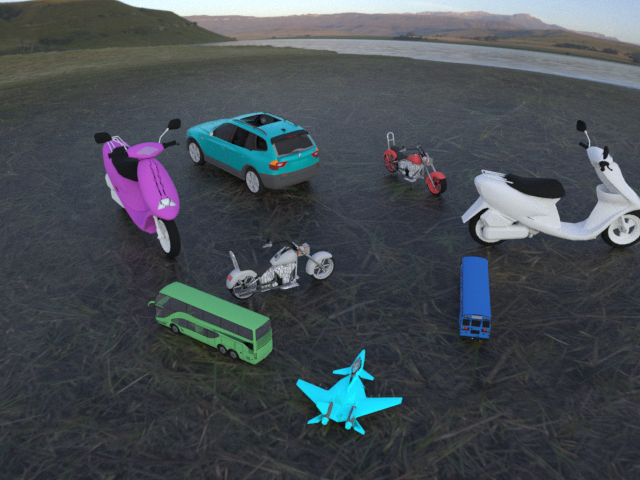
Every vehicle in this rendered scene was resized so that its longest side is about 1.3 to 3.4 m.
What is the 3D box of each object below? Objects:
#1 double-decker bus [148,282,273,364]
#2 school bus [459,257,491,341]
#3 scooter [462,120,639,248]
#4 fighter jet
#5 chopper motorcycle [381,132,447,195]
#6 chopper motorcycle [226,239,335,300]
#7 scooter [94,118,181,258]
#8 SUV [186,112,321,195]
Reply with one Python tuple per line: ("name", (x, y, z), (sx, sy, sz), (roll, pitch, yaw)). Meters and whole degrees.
("double-decker bus", (-1.312, 0.956, 8.328), (1.672, 0.541, 0.389), (17, 32, 29))
("school bus", (1.977, 0.676, 8.973), (0.365, 0.434, 1.708), (5, 28, 9))
("scooter", (3.470, -0.695, 10.119), (2.721, 1.786, 1.288), (1, 28, 2))
("fighter jet", (0.335, 1.508, 7.556), (1.147, 0.286, 1.358), (7, 29, 14))
("chopper motorcycle", (1.683, -1.370, 12.494), (0.466, 0.761, 1.563), (-18, 33, -31))
("chopper motorcycle", (-0.504, 0.329, 9.280), (1.563, 0.761, 0.466), (-14, 31, -25))
("scooter", (-2.756, -0.967, 10.634), (1.288, 1.786, 2.721), (-17, 32, -29))
("SUV", (-1.292, -1.781, 12.879), (1.276, 1.128, 3.058), (-22, 35, -35))
